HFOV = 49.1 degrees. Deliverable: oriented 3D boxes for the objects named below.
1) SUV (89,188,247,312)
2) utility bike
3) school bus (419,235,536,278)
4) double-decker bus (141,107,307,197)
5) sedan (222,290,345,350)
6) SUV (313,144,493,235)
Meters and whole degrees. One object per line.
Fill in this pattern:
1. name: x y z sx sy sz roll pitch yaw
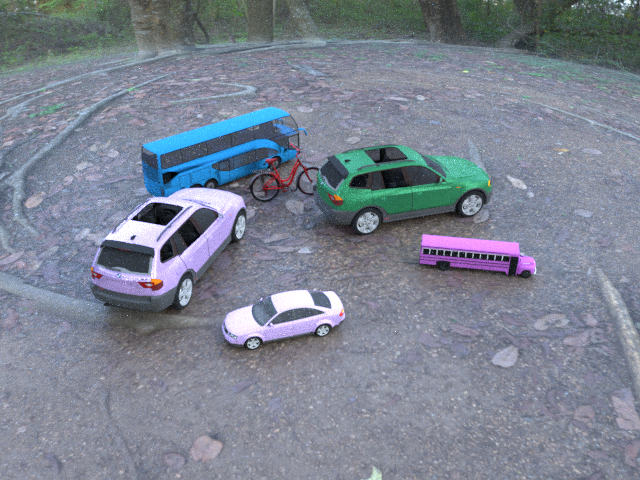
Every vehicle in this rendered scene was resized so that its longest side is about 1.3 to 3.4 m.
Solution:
1. SUV: -2.130 -0.089 10.273 1.276 1.128 3.058 9 32 15
2. utility bike: -0.600 -1.180 12.273 1.435 0.946 0.535 -9 32 -15
3. school bus: 2.346 0.232 10.412 1.708 0.434 0.365 5 31 9
4. double-decker bus: -1.705 -1.627 12.916 3.251 1.052 0.756 -25 39 -35
5. sedan: -0.475 0.977 9.122 1.613 0.483 0.635 -9 32 -15
6. SUV: 1.416 -0.988 11.775 3.058 1.128 1.276 -10 32 -16
